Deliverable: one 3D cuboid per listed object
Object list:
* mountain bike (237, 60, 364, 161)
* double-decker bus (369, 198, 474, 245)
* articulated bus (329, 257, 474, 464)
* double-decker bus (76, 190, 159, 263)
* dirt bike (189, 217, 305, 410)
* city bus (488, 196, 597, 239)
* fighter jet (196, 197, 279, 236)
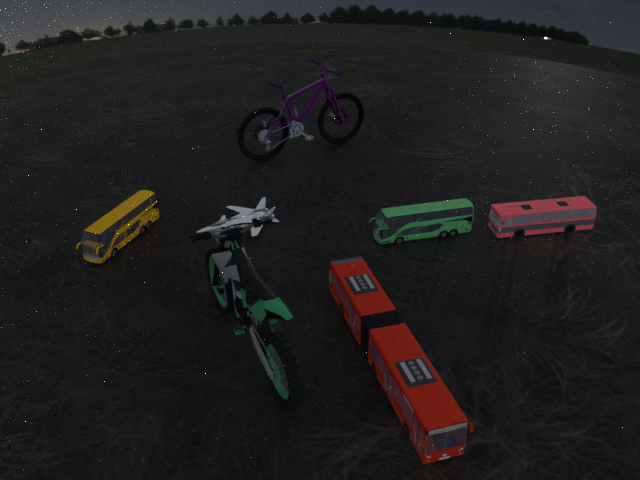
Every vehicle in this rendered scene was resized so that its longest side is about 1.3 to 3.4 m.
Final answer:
[{"bbox_3d":[-0.334,-2.539,13.900,2.857,1.688,1.114,-16,34,-25],"label":"mountain bike"},{"bbox_3d":[1.640,-0.294,11.250,1.672,0.541,0.389,-8,32,-12],"label":"double-decker bus"},{"bbox_3d":[0.828,1.289,8.571,0.605,0.561,3.401,-9,32,-14],"label":"articulated bus"},{"bbox_3d":[-3.164,-0.214,11.116,0.389,0.541,1.672,12,33,19],"label":"double-decker bus"},{"bbox_3d":[-0.901,0.697,8.485,1.024,1.666,2.903,-15,34,-23],"label":"dirt bike"},{"bbox_3d":[3.624,-0.362,11.443,1.674,0.460,0.476,-5,31,-9],"label":"city bus"},{"bbox_3d":[-1.414,-0.360,11.610,1.358,0.286,1.147,-15,34,-24],"label":"fighter jet"}]
